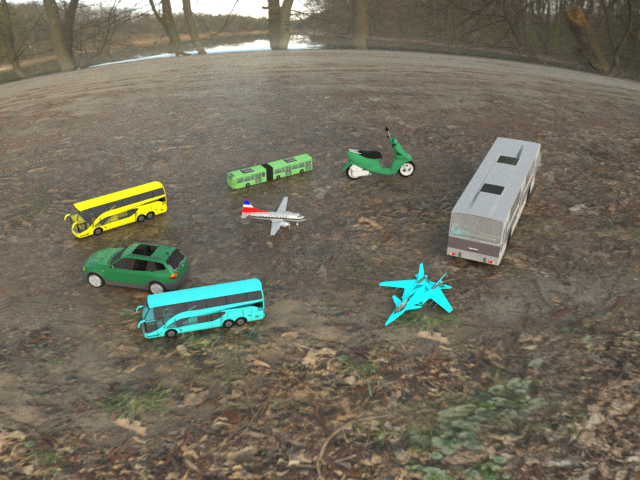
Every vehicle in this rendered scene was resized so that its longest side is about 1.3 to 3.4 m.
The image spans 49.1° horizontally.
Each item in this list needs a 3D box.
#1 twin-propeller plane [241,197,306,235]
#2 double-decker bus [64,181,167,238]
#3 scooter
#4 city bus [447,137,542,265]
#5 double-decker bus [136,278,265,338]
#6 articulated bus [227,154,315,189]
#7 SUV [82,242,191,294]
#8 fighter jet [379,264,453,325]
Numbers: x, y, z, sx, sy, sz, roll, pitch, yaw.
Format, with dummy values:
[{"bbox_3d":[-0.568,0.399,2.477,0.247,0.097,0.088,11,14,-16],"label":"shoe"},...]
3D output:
[{"bbox_3d":[-0.773,-0.451,11.770,1.095,0.407,1.370,3,30,6],"label":"twin-propeller plane"},{"bbox_3d":[-3.391,-0.506,11.733,1.672,0.541,0.389,-21,36,-31],"label":"double-decker bus"},{"bbox_3d":[1.132,-1.584,13.210,1.399,0.919,0.662,-3,30,-6],"label":"scooter"},{"bbox_3d":[2.969,-0.702,11.718,0.926,0.894,3.255,13,33,21],"label":"city bus"},{"bbox_3d":[-1.574,0.914,9.291,1.672,0.541,0.389,-8,31,-14],"label":"double-decker bus"},{"bbox_3d":[-0.929,-1.314,13.372,1.749,0.289,0.311,-17,34,-27],"label":"articulated bus"},{"bbox_3d":[-2.688,0.359,10.206,1.572,0.580,0.656,7,31,11],"label":"SUV"},{"bbox_3d":[1.273,0.785,9.765,1.147,0.286,1.358,20,36,31],"label":"fighter jet"}]
